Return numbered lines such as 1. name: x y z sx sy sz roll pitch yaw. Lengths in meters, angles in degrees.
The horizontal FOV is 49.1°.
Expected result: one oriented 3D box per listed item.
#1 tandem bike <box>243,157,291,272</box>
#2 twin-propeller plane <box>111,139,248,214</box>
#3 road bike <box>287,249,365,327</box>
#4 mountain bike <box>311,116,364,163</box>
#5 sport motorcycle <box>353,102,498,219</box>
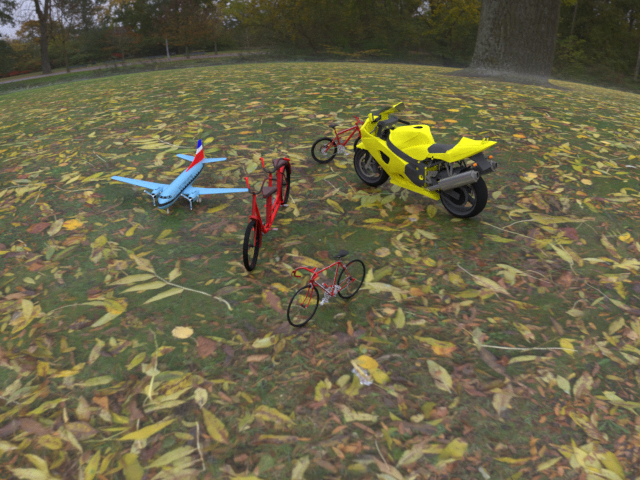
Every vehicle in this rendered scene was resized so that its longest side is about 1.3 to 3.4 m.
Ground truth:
1. tandem bike: -0.822 -0.708 11.412 0.550 1.326 3.192 5 28 8
2. twin-propeller plane: -2.510 -1.164 12.831 2.663 0.792 2.129 6 29 11
3. road bike: 0.111 0.599 9.472 0.358 0.852 1.545 24 37 38
4. mountain bike: 0.525 -2.028 14.365 1.469 0.868 0.573 -8 29 -14
5. sport motorcycle: 1.757 -1.426 12.469 2.955 1.596 0.983 24 36 37
